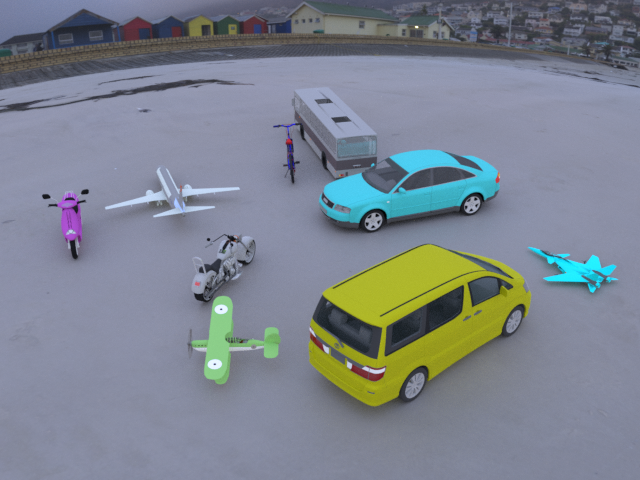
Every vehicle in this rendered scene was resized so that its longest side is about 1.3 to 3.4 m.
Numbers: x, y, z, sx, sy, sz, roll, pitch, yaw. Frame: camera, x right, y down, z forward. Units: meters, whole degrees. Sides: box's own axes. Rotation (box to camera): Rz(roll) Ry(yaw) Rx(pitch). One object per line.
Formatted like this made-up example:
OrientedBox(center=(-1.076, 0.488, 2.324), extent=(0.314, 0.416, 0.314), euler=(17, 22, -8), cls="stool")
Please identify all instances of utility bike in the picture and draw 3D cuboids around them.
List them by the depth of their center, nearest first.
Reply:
OrientedBox(center=(-0.596, -1.673, 13.086), extent=(0.535, 0.946, 1.435), euler=(-1, 28, -3), cls="utility bike")

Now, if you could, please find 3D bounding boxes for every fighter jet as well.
OrientedBox(center=(3.551, 0.293, 10.102), extent=(1.147, 0.286, 1.358), euler=(-19, 33, -31), cls="fighter jet")

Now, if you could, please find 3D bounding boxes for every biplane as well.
OrientedBox(center=(-1.003, 1.221, 8.132), extent=(1.090, 0.504, 1.336), euler=(-1, 28, -2), cls="biplane")

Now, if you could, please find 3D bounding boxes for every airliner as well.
OrientedBox(center=(-2.555, -0.996, 11.936), extent=(2.257, 0.835, 2.541), euler=(-10, 30, -18), cls="airliner")

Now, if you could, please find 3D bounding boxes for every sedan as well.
OrientedBox(center=(1.507, -0.929, 11.698), extent=(3.137, 0.940, 1.235), euler=(-10, 30, -18), cls="sedan")

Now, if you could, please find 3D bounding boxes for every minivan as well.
OrientedBox(center=(1.291, 0.771, 8.240), extent=(3.011, 1.197, 1.324), euler=(-23, 35, -36), cls="minivan")

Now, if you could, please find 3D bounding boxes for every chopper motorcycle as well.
OrientedBox(center=(-1.304, 0.250, 9.678), extent=(0.466, 0.761, 1.563), euler=(11, 30, 20), cls="chopper motorcycle")

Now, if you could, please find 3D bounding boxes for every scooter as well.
OrientedBox(center=(-3.811, -0.381, 10.693), extent=(0.662, 0.919, 1.399), euler=(-8, 29, -15), cls="scooter")

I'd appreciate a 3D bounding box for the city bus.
OrientedBox(center=(0.238, -2.192, 14.113), extent=(0.926, 0.894, 3.255), euler=(-7, 29, -14), cls="city bus")
